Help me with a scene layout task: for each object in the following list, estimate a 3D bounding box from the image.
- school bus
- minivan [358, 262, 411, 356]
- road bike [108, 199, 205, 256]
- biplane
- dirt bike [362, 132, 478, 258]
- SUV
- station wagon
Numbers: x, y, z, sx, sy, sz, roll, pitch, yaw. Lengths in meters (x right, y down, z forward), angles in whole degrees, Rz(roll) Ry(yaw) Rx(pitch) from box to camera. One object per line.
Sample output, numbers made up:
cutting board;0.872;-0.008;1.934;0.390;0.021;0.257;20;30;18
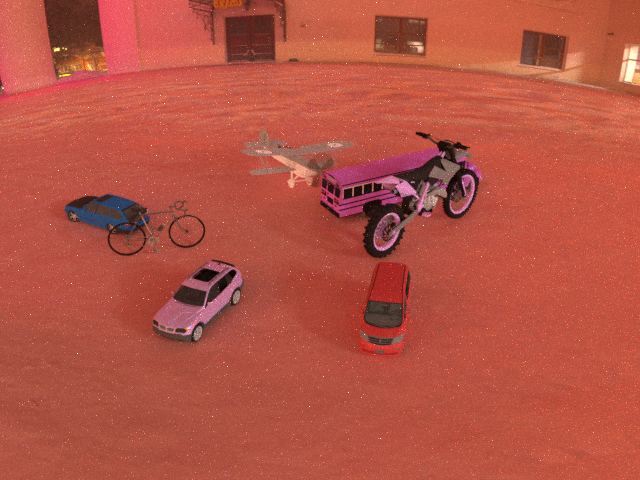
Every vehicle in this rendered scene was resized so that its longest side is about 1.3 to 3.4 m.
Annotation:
school bus;1.604;-1.122;12.971;3.322;0.844;0.709;-15;32;-26
minivan;0.897;0.911;9.446;0.681;0.616;1.548;5;29;9
road bike;-2.624;-0.187;11.231;1.545;0.852;0.358;-8;29;-14
biplane;-0.578;-1.649;13.805;2.598;0.981;2.120;-21;35;-33
dirt bike;1.741;-0.811;11.530;2.903;1.666;1.024;-24;37;-37
SUV;-1.665;0.805;9.678;0.656;0.580;1.572;13;31;22
station wagon;-3.762;-0.529;12.262;1.597;0.473;0.682;15;32;26
